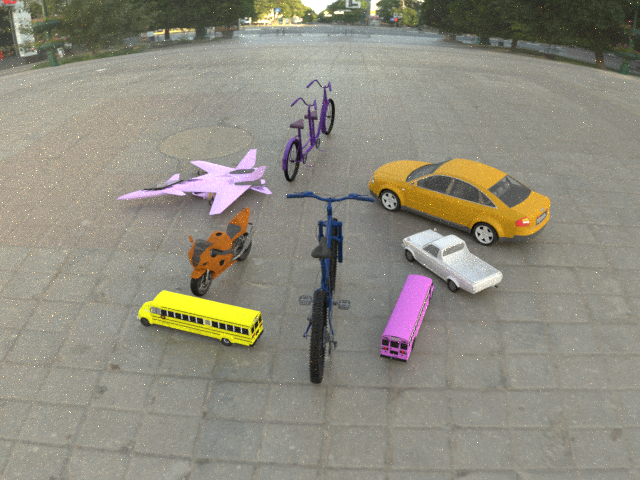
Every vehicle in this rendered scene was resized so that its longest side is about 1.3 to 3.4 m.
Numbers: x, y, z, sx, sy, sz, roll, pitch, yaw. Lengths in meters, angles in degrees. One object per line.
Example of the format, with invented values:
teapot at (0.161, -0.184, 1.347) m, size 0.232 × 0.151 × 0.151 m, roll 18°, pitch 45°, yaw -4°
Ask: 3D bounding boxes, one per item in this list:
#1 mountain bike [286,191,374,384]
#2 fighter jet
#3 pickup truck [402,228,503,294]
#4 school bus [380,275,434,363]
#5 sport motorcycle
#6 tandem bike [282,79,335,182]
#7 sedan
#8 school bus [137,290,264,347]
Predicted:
mountain bike at (0.079, 0.425, 8.820) m, size 1.114 × 1.688 × 2.857 m, roll 3°, pitch 31°, yaw 5°
fighter jet at (-2.274, -1.061, 12.429) m, size 2.640 × 0.557 × 2.229 m, roll -9°, pitch 32°, yaw -15°
pickup truck at (1.903, 0.263, 10.246) m, size 0.640 × 0.511 × 1.603 m, roll -19°, pitch 35°, yaw -28°
school bus at (1.178, 0.941, 9.179) m, size 0.365 × 0.434 × 1.708 m, roll 10°, pitch 32°, yaw 17°
sport motorcycle at (-1.419, 0.163, 10.109) m, size 0.506 × 0.821 × 1.520 m, roll 14°, pitch 34°, yaw 22°
tandem bike at (-0.179, -2.241, 13.663) m, size 0.550 × 1.326 × 3.192 m, roll 9°, pitch 32°, yaw 15°
sedan at (2.246, -0.824, 11.655) m, size 3.137 × 0.940 × 1.235 m, roll 22°, pitch 37°, yaw 33°
school bus at (-1.585, 1.001, 9.078) m, size 1.708 × 0.434 × 0.365 m, roll 10°, pitch 32°, yaw 17°
